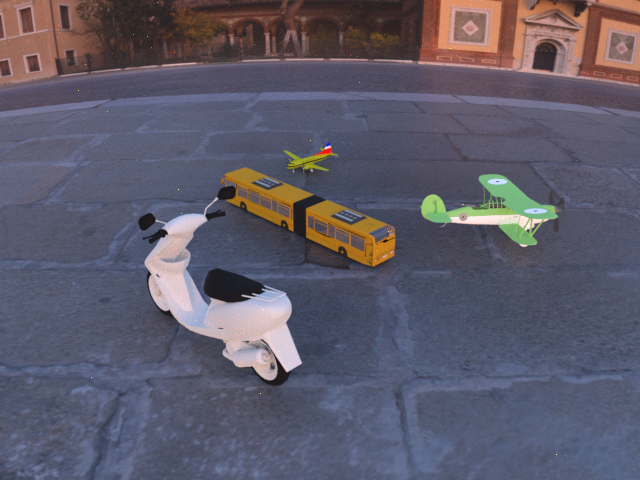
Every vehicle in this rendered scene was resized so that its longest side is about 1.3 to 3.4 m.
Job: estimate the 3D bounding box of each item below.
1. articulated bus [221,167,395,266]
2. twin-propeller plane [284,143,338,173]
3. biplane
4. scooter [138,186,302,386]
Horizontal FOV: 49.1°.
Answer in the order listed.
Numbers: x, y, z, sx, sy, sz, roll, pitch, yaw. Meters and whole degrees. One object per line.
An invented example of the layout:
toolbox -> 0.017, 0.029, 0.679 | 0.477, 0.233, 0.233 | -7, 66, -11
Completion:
articulated bus -> -0.279, -0.429, 10.965 | 0.605, 0.561, 3.401 | -24, 36, -39
twin-propeller plane -> -0.195, -1.575, 13.387 | 1.095, 0.407, 1.370 | -20, 33, -34
biplane -> 2.558, -0.416, 10.475 | 2.120, 0.981, 2.598 | -2, 27, -3
scooter -> -1.218, 0.461, 7.863 | 2.721, 1.786, 1.288 | 24, 36, 39
